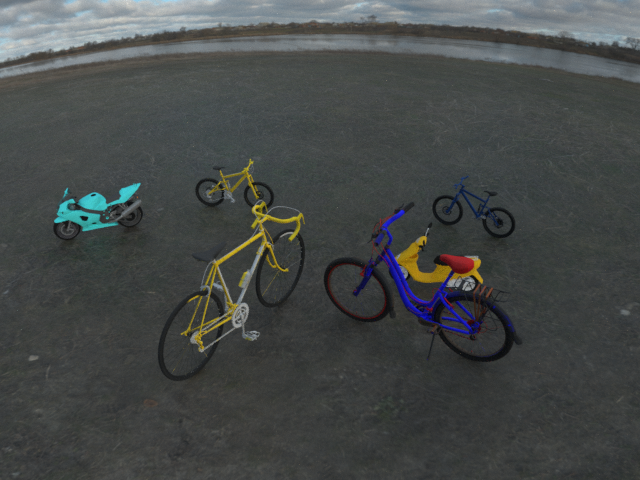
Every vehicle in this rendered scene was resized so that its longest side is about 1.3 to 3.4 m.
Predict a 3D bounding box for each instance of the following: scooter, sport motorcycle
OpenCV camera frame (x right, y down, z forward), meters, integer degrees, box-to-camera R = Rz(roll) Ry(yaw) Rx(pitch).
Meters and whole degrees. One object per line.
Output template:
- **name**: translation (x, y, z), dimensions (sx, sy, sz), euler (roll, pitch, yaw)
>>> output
- **scooter**: translation (1.713, 0.303, 10.313), dimensions (1.399, 0.919, 0.662), euler (8, 31, 14)
- **sport motorcycle**: translation (-3.738, -0.489, 11.801), dimensions (1.520, 0.821, 0.506), euler (-14, 32, -23)

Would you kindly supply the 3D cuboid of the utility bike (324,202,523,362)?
- **utility bike**: translation (1.203, 0.610, 8.845), dimensions (2.791, 1.839, 1.039), euler (16, 34, 26)

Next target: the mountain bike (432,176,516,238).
- **mountain bike**: translation (2.601, -0.539, 11.841), dimensions (1.469, 0.868, 0.573), euler (16, 33, 26)

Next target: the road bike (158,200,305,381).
- **road bike**: translation (-1.050, 0.572, 9.097), dimensions (0.696, 1.656, 3.004), euler (18, 34, 28)

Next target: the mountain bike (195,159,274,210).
- **mountain bike**: translation (-1.548, -0.962, 12.584), dimensions (1.469, 0.868, 0.573), euler (5, 30, 9)
